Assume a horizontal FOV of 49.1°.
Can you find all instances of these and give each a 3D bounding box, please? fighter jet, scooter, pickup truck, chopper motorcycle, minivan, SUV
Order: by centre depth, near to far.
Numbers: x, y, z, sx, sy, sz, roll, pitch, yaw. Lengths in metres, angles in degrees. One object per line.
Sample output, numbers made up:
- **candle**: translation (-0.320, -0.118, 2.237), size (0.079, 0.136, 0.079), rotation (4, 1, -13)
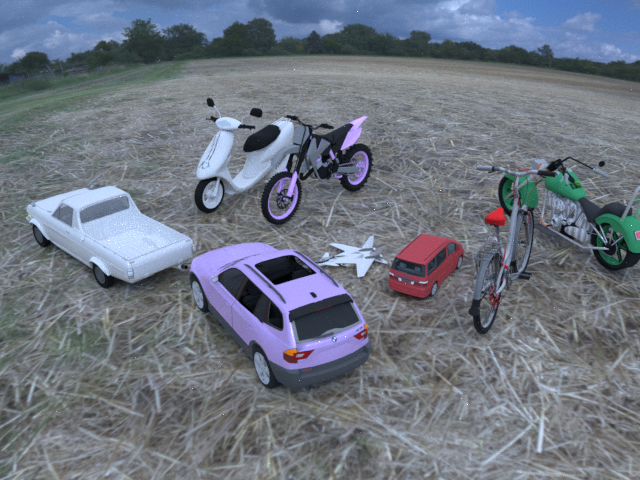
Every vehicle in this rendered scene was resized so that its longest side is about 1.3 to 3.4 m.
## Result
- **SUV**: translation (-0.595, 0.676, 8.633), size (1.276, 1.128, 3.058), rotation (-15, 30, -28)
- **minivan**: translation (1.565, 0.271, 10.041), size (0.681, 0.616, 1.548), rotation (15, 30, 28)
- **fighter jet**: translation (0.286, 0.244, 10.470), size (1.358, 0.286, 1.147), rotation (-9, 28, -19)
- **pickup truck**: translation (-3.245, -0.192, 10.558), size (3.117, 0.993, 1.244), rotation (23, 34, 39)
- **chopper motorcycle**: translation (3.862, -0.645, 10.928), size (0.906, 1.480, 3.040), rotation (-11, 28, -22)
- **scooter**: translation (-1.311, -1.666, 12.663), size (1.288, 1.786, 2.721), rotation (18, 31, 32)

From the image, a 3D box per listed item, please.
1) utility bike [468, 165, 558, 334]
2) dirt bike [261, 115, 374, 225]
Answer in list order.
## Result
- **utility bike**: translation (2.387, -0.013, 9.231), size (1.039, 1.839, 2.791), rotation (14, 29, 26)
- **dirt bike**: translation (0.027, -1.352, 12.158), size (1.024, 1.666, 2.903), rotation (21, 33, 36)
